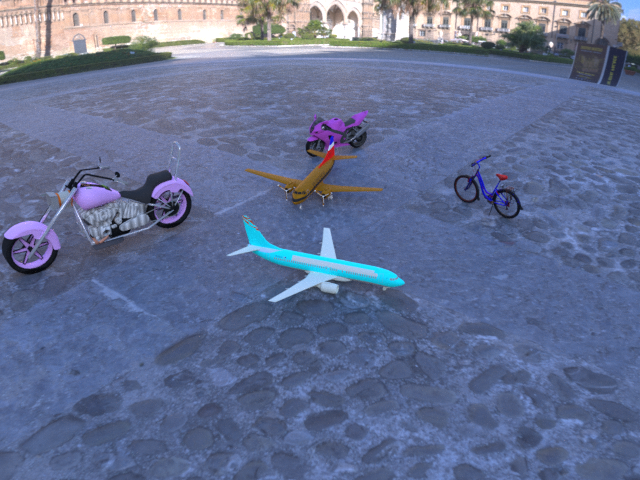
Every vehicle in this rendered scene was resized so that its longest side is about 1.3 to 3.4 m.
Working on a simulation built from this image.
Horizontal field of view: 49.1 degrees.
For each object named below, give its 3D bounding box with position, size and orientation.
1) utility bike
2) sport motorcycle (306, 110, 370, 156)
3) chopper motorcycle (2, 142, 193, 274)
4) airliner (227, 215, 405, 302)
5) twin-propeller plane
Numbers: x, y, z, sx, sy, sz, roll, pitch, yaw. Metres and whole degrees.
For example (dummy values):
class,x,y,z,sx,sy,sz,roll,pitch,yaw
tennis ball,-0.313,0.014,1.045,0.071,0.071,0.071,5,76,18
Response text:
class,x,y,z,sx,sy,sz,roll,pitch,yaw
utility bike,2.877,-0.914,12.086,0.535,0.946,1.435,-24,37,-37
sport motorcycle,0.363,-2.241,14.654,1.520,0.821,0.506,-16,32,-27
chopper motorcycle,-3.383,-0.530,10.821,3.040,1.480,0.906,-20,34,-32
airliner,0.000,0.201,10.153,2.541,0.835,2.257,10,30,17
twin-propeller plane,-0.079,-1.235,12.837,2.663,0.792,2.129,10,30,18
